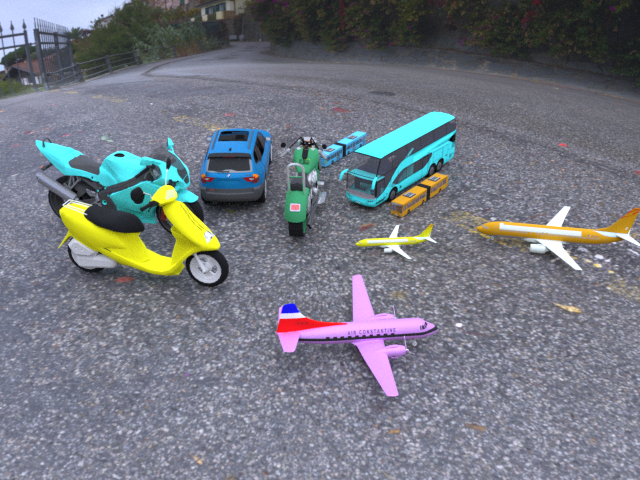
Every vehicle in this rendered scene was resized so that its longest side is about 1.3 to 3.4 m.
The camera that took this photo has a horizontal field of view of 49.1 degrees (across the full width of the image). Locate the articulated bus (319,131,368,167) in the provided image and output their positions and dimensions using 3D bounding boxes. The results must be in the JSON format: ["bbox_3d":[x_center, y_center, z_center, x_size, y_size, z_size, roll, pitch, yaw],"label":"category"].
[{"bbox_3d":[0.482,-1.997,15.294,0.311,0.289,1.749,18,33,29],"label":"articulated bus"}]

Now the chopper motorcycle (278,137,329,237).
[{"bbox_3d":[-0.262,-1.207,12.582,0.906,1.480,3.040,3,29,5],"label":"chopper motorcycle"}]

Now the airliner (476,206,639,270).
[{"bbox_3d":[3.889,-0.265,11.520,2.541,0.835,2.257,6,29,11],"label":"airliner"}]

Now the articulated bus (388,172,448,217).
[{"bbox_3d":[1.890,-0.870,13.210,0.311,0.289,1.749,20,34,32],"label":"articulated bus"}]

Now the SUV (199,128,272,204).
[{"bbox_3d":[-1.624,-1.670,13.808,1.276,1.128,3.058,0,28,0],"label":"SUV"}]

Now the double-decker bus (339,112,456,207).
[{"bbox_3d":[1.637,-1.607,13.772,0.756,1.052,3.251,20,34,32],"label":"double-decker bus"}]

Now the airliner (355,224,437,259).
[{"bbox_3d":[1.238,-0.057,11.561,1.307,0.429,1.161,-2,28,-3],"label":"airliner"}]

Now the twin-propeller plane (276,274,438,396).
[{"bbox_3d":[0.499,1.100,9.042,2.129,0.792,2.663,-3,29,-6],"label":"twin-propeller plane"}]

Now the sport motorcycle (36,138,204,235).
[{"bbox_3d":[-3.384,-0.891,11.876,2.955,1.596,0.983,7,29,13],"label":"sport motorcycle"}]

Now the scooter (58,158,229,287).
[{"bbox_3d":[-2.687,-0.196,10.392,2.721,1.786,1.288,6,29,11],"label":"scooter"}]
